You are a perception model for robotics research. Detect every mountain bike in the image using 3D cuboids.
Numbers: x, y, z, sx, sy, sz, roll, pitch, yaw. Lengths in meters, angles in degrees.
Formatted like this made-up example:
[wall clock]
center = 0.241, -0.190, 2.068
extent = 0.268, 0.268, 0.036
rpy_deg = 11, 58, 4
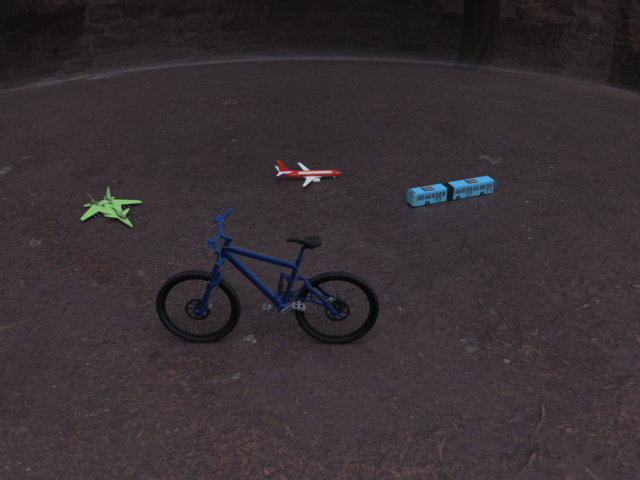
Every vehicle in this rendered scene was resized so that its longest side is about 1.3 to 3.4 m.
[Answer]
[mountain bike]
center = -0.673, 0.603, 8.824
extent = 2.857, 1.688, 1.114
rpy_deg = 0, 29, 1

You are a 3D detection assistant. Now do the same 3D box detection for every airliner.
[airliner]
center = -0.222, -1.393, 13.790
extent = 1.307, 0.429, 1.161
rpy_deg = -3, 29, -6

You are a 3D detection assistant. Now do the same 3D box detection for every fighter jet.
[fighter jet]
center = -3.646, -0.552, 12.400
extent = 1.147, 0.286, 1.358
rpy_deg = -22, 35, -34

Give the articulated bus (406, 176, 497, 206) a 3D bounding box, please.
[articulated bus]
center = 2.452, -0.913, 13.059
extent = 1.749, 0.289, 0.311
rpy_deg = -11, 30, -19
